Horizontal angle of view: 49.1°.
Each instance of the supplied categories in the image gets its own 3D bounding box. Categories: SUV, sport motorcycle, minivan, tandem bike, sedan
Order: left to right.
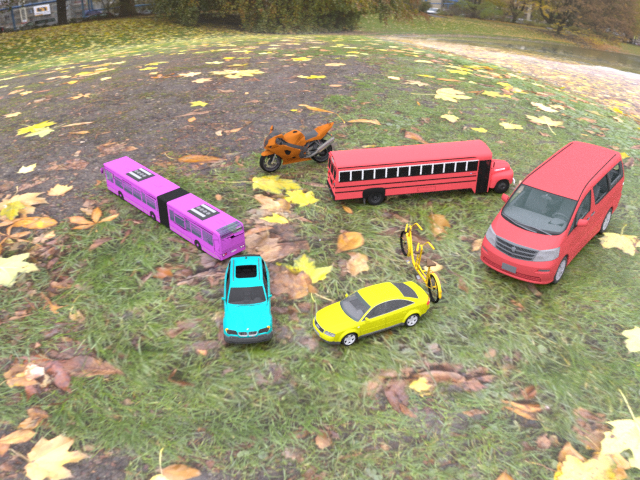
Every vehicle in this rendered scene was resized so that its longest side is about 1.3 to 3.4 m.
[{"bbox_3d":[-0.969,0.749,9.327,0.656,0.580,1.572,-3,32,-5],"label":"SUV"},{"bbox_3d":[-0.432,-1.756,13.176,1.520,0.821,0.506,-14,34,-21],"label":"sport motorcycle"},{"bbox_3d":[0.677,0.900,9.173,1.613,0.483,0.635,-14,34,-22],"label":"sedan"},{"bbox_3d":[1.431,0.253,10.037,0.283,0.682,1.642,-7,32,-11],"label":"tandem bike"},{"bbox_3d":[3.625,-0.478,10.735,1.324,1.197,3.011,23,38,33],"label":"minivan"}]

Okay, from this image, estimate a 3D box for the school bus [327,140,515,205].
[{"bbox_3d":[1.808,-1.210,12.264,3.322,0.844,0.709,-6,32,-9],"label":"school bus"}]

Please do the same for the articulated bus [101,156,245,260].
[{"bbox_3d":[-2.483,-0.589,11.523,0.605,0.561,3.401,-27,41,-36],"label":"articulated bus"}]
